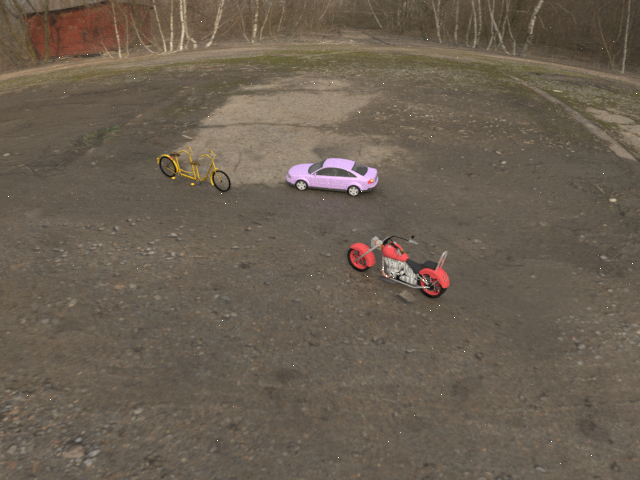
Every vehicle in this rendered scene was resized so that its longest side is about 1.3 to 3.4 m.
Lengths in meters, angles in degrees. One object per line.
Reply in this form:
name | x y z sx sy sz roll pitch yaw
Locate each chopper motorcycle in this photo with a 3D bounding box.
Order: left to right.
chopper motorcycle | 1.038 0.264 9.423 1.563 0.761 0.466 21 36 32

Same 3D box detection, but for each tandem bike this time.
tandem bike | -2.227 -1.289 12.227 1.642 0.682 0.283 16 34 26

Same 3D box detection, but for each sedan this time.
sedan | 0.205 -1.146 12.177 1.613 0.483 0.635 7 30 12
